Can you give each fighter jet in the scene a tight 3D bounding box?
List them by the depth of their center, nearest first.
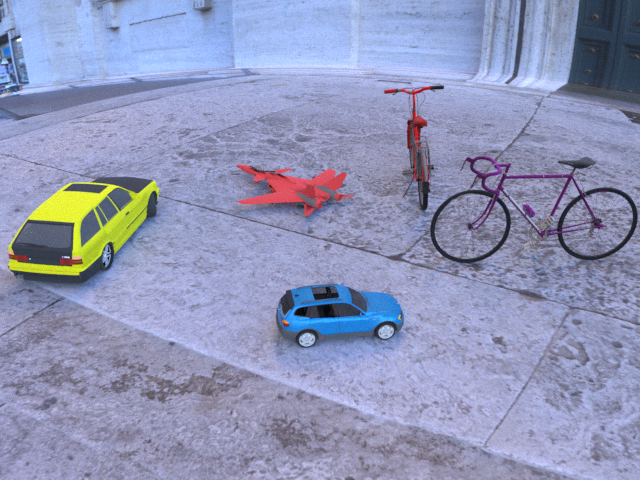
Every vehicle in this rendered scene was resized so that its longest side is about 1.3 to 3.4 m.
[{"bbox_3d":[-0.706,-1.166,12.613,2.229,0.557,2.640,-24,35,-38],"label":"fighter jet"}]

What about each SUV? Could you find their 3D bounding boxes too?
[{"bbox_3d":[0.245,0.867,8.581,1.572,0.580,0.656,-4,27,-9],"label":"SUV"}]

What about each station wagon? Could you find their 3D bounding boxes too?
[{"bbox_3d":[-3.483,-0.405,10.712,1.327,0.920,3.105,4,27,8],"label":"station wagon"}]

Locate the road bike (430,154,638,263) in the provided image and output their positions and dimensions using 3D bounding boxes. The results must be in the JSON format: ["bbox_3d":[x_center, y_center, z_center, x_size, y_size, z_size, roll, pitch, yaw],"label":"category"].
[{"bbox_3d":[3.074,-0.423,9.934,3.004,1.656,0.696,-1,27,-2],"label":"road bike"}]

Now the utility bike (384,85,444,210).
[{"bbox_3d":[1.634,-1.721,12.290,1.039,1.839,2.791,1,27,1],"label":"utility bike"}]
